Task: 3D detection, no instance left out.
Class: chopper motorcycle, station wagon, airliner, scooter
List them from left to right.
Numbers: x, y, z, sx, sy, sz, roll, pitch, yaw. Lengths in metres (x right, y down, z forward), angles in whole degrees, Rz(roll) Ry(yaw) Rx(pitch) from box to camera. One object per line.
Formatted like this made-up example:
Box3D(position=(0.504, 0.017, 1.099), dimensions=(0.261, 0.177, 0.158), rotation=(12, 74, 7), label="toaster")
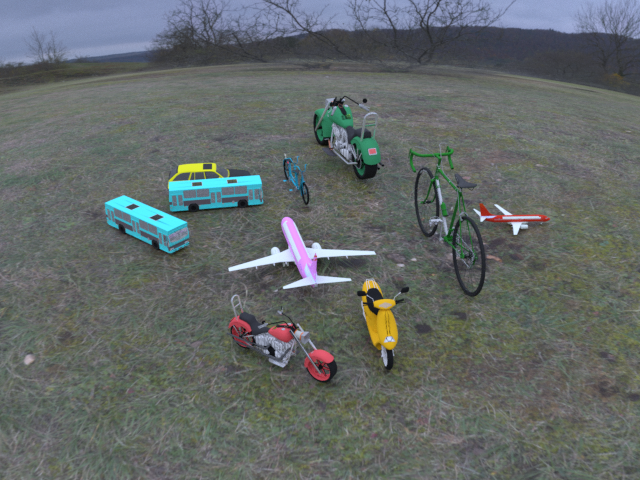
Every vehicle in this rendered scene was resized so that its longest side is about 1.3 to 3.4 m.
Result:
Box3D(position=(-2.095, -1.193, 13.375), dimensions=(1.597, 0.473, 0.682), rotation=(-3, 29, -6), label="station wagon")
Box3D(position=(-0.485, 1.207, 8.616), dimensions=(1.563, 0.761, 0.466), rotation=(17, 32, 28), label="chopper motorcycle")
Box3D(position=(-0.315, 0.022, 10.738), dimensions=(2.257, 0.835, 2.541), rotation=(-6, 29, -11), label="airliner")
Box3D(position=(0.489, -2.305, 14.378), dimensions=(0.906, 1.480, 3.040), rotation=(-10, 30, -18), label="chopper motorcycle")
Box3D(position=(0.757, 0.930, 8.965), dimensions=(0.662, 0.919, 1.399), rotation=(-4, 29, -8), label="scooter")
Box3D(position=(3.340, -0.450, 12.042), dimensions=(1.307, 0.429, 1.161), rotation=(-2, 28, -3), label="airliner")

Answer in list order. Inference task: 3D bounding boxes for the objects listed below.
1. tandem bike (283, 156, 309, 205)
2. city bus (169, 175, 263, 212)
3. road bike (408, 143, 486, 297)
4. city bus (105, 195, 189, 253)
Box3D(position=(-0.463, -1.243, 13.247), dimensions=(0.283, 0.682, 1.642), rotation=(-9, 30, -16), label="tandem bike")
Box3D(position=(-1.889, -0.830, 12.715), dimensions=(1.674, 0.460, 0.476), rotation=(-5, 29, -10), label="city bus")
Box3D(position=(1.939, -0.414, 10.683), dimensions=(0.696, 1.656, 3.004), rotation=(-5, 29, -10), label="road bike")
Box3D(position=(-2.891, -0.257, 11.651), dimensions=(1.674, 0.460, 0.476), rotation=(21, 35, 34), label="city bus")
